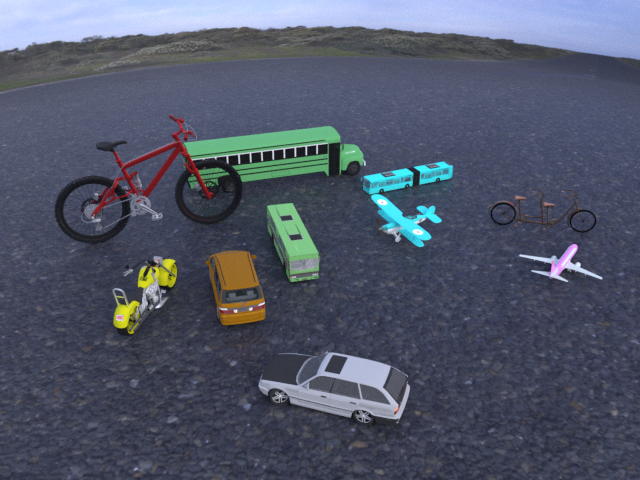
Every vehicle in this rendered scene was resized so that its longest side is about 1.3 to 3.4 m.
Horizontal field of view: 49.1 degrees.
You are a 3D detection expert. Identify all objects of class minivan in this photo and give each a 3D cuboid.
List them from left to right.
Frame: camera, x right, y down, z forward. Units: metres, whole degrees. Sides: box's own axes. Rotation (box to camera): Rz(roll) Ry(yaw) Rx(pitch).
[{"bbox_3d":[-1.118,0.506,9.179,0.681,0.616,1.548,-7,29,-12],"label":"minivan"}]

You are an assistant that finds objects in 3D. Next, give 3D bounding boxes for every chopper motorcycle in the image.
[{"bbox_3d":[-2.191,0.577,8.892,0.466,0.761,1.563,6,29,11],"label":"chopper motorcycle"}]

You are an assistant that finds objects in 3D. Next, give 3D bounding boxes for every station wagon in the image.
[{"bbox_3d":[0.137,1.501,7.468,1.597,0.473,0.682,9,29,16],"label":"station wagon"}]

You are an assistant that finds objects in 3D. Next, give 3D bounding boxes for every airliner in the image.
[{"bbox_3d":[3.446,0.231,9.888,1.161,0.429,1.307,18,33,30],"label":"airliner"}]

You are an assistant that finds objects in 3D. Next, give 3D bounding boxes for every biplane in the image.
[{"bbox_3d":[1.352,-0.273,10.751,1.090,0.504,1.336,-17,32,-28],"label":"biplane"}]

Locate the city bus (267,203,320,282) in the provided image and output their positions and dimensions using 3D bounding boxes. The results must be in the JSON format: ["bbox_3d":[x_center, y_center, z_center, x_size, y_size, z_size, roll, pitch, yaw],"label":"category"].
[{"bbox_3d":[-0.419,0.023,10.246,0.476,0.460,1.674,-7,29,-13],"label":"city bus"}]

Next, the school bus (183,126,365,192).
[{"bbox_3d":[-0.780,-1.494,12.674,3.322,0.844,0.709,-9,30,-17],"label":"school bus"}]

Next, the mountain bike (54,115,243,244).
[{"bbox_3d":[-2.563,-0.863,10.601,2.857,1.688,1.114,-11,30,-19],"label":"mountain bike"}]

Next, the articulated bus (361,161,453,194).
[{"bbox_3d":[1.580,-1.120,12.565,1.749,0.289,0.311,-12,30,-22],"label":"articulated bus"}]

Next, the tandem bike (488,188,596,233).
[{"bbox_3d":[3.483,-0.480,10.950,1.642,0.682,0.283,6,29,11],"label":"tandem bike"}]
